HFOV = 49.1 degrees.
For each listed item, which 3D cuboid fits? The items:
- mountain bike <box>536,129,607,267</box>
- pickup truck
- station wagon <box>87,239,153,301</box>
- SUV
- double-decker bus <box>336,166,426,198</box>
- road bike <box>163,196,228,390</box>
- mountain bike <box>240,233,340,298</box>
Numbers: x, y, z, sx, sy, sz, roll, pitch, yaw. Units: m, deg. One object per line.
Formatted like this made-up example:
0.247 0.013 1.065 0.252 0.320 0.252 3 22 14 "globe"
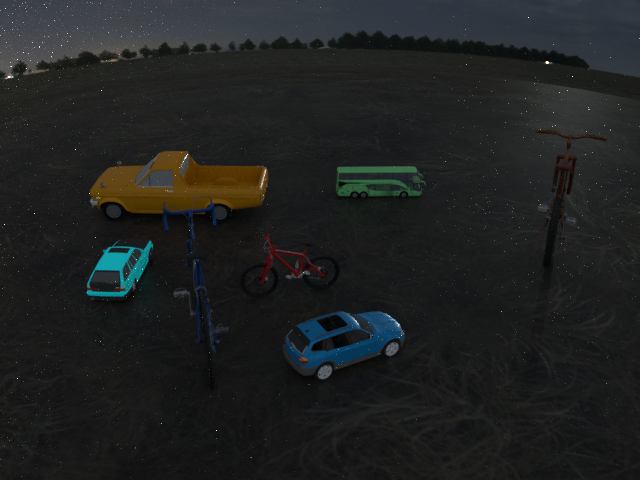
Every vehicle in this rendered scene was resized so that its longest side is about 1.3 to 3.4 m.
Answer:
3.897 -0.766 11.343 1.114 1.688 2.857 10 29 19 "mountain bike"
-2.495 -1.013 12.565 3.117 0.993 1.244 1 28 1 "pickup truck"
-2.982 0.342 10.537 0.682 0.473 1.597 1 28 3 "station wagon"
0.313 1.214 8.754 1.572 0.580 0.656 -14 31 -25 "SUV"
1.138 -1.097 13.212 1.672 0.541 0.389 0 28 -1 "double-decker bus"
-1.548 0.537 8.888 0.696 1.656 3.004 -6 28 -12 "road bike"
-0.423 0.385 10.028 1.469 0.868 0.573 -7 28 -13 "mountain bike"
